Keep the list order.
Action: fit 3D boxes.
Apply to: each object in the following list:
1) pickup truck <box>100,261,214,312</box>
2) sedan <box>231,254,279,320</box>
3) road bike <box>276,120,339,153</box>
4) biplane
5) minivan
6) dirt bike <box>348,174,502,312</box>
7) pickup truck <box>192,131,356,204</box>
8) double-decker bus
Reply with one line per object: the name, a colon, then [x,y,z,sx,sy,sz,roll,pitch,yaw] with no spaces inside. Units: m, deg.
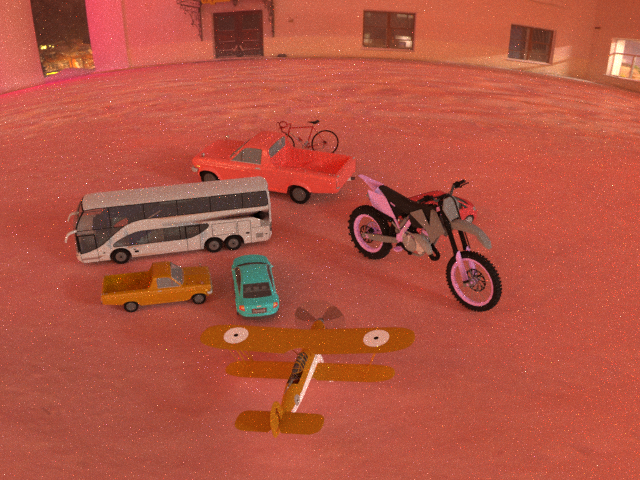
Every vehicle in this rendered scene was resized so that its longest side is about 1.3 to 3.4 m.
pickup truck: [-2.369,0.632,10.196,1.603,0.511,0.640,-6,30,-10]
sedan: [-0.969,0.601,10.279,0.635,0.483,1.613,-5,30,-9]
road bike: [-0.360,-2.132,14.793,1.545,0.852,0.358,-5,30,-9]
biplane: [-0.269,1.531,8.105,2.598,0.981,2.120,7,30,12]
minivan: [2.020,-0.496,12.108,1.548,0.616,0.681,-17,33,-27]
dirt bike: [1.488,-0.098,10.317,1.024,1.666,2.903,-24,37,-36]
pickup truck: [-0.905,-1.499,13.515,3.117,0.993,1.244,10,31,18]
double-decker bus: [-2.413,-0.325,11.355,3.251,1.052,0.756,-7,30,-12]
